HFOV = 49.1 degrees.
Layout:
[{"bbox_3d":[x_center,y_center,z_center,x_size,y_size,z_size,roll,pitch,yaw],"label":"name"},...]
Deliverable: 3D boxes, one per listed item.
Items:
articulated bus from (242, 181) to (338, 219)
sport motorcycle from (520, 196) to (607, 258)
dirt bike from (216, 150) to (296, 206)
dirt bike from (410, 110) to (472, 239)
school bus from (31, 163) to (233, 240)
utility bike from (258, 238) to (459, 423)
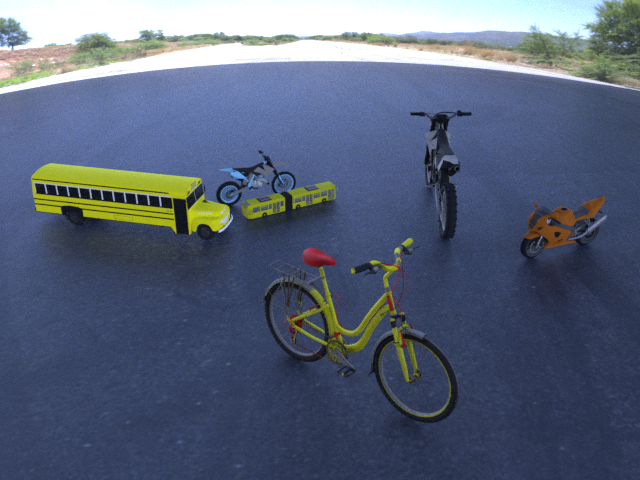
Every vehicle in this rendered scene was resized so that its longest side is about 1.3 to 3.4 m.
[{"bbox_3d":[-0.511,-0.699,12.219,1.749,0.289,0.311,-15,32,-26],"label":"articulated bus"},{"bbox_3d":[3.721,-0.205,10.729,1.520,0.821,0.506,-12,30,-22],"label":"sport motorcycle"},{"bbox_3d":[-1.124,-1.084,12.336,1.493,0.857,0.527,-12,30,-21],"label":"dirt bike"},{"bbox_3d":[2.023,-1.269,11.823,1.024,1.666,2.903,0,28,1],"label":"dirt bike"},{"bbox_3d":[-3.087,-0.667,11.569,3.322,0.844,0.709,7,29,12],"label":"school bus"},{"bbox_3d":[0.395,0.801,7.769,2.791,1.839,1.039,21,35,34],"label":"utility bike"}]
